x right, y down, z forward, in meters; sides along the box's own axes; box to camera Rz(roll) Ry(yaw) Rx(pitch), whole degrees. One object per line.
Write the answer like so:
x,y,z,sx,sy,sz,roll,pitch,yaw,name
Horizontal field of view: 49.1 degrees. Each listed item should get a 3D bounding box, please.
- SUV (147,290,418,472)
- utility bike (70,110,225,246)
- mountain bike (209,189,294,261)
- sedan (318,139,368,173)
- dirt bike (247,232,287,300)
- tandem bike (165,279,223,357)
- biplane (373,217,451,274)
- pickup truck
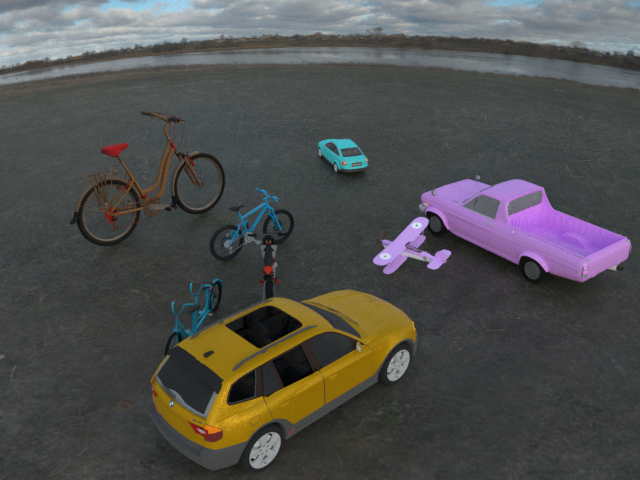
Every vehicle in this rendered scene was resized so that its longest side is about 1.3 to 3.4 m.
-0.274,1.195,7.272,3.058,1.128,1.276,-23,35,-38,SUV
-2.703,-1.043,10.936,2.791,1.839,1.039,-23,35,-38,utility bike
-0.992,-0.218,10.374,1.469,0.868,0.573,-19,32,-33,mountain bike
0.430,-1.748,13.851,0.635,0.483,1.613,-9,28,-17,sedan
-0.679,0.368,9.221,0.527,0.857,1.493,-2,27,-3,dirt bike
-1.504,0.855,8.445,0.283,0.682,1.642,7,27,13,tandem bike
1.303,0.175,9.997,1.090,0.504,1.336,18,32,32,biplane
2.915,-0.279,10.357,1.244,0.993,3.117,-19,32,-33,pickup truck
